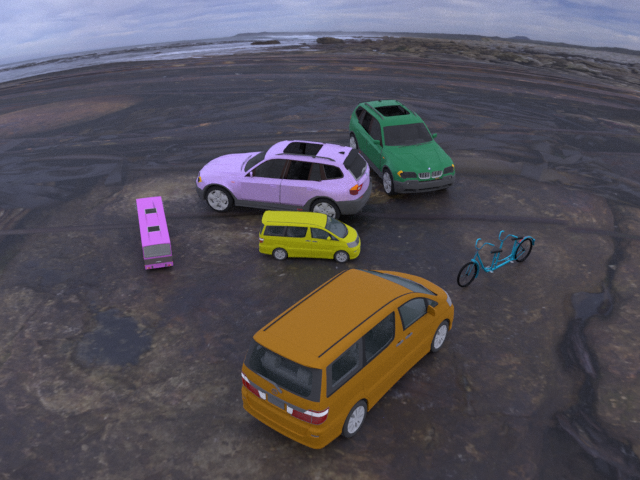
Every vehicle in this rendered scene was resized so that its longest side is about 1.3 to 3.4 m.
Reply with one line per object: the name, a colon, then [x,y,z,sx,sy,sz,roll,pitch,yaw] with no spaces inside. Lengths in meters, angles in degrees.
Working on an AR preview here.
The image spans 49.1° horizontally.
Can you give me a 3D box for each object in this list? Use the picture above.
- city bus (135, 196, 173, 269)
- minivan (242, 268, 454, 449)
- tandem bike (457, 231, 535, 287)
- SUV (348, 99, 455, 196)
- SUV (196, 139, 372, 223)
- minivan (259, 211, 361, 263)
city bus: [-2.602,-0.117,10.970,0.476,0.460,1.674,-8,30,-14]
minivan: [0.452,1.065,8.063,1.324,1.197,3.011,20,35,32]
tandem bike: [2.591,0.196,10.172,1.642,0.682,0.283,-19,34,-31]
SUV: [1.494,-1.856,13.431,1.276,1.128,3.058,-8,30,-15]
SUV: [-0.628,-1.114,12.086,3.058,1.128,1.276,7,30,13]
minivan: [-0.151,-0.075,10.732,1.548,0.616,0.681,2,29,4]
